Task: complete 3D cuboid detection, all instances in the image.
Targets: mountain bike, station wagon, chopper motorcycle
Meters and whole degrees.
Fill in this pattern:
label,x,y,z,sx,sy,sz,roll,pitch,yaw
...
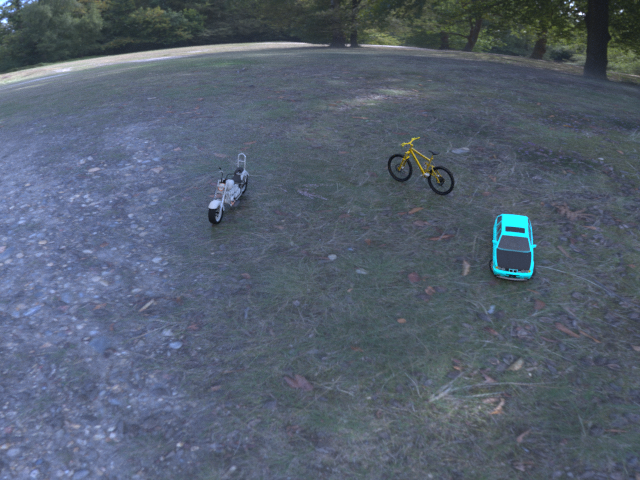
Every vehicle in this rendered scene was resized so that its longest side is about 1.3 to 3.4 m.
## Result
label,x,y,z,sx,sy,sz,roll,pitch,yaw
mountain bike,1.879,-1.373,13.062,1.469,0.868,0.573,23,37,34
station wagon,3.017,0.058,10.939,0.682,0.473,1.597,7,30,11
chopper motorcycle,-1.618,-0.916,12.365,0.466,0.761,1.563,8,31,14
